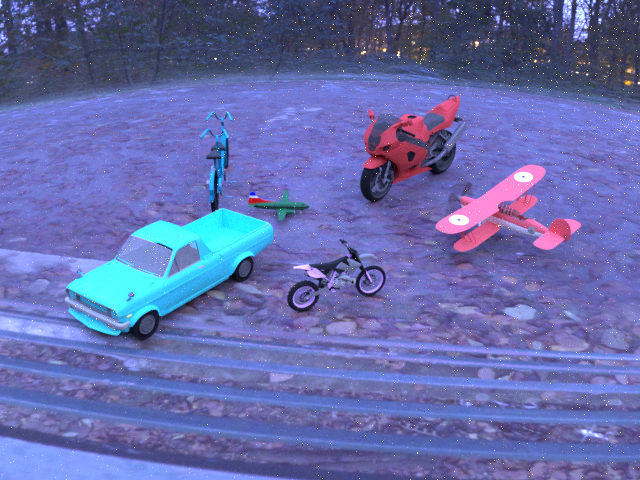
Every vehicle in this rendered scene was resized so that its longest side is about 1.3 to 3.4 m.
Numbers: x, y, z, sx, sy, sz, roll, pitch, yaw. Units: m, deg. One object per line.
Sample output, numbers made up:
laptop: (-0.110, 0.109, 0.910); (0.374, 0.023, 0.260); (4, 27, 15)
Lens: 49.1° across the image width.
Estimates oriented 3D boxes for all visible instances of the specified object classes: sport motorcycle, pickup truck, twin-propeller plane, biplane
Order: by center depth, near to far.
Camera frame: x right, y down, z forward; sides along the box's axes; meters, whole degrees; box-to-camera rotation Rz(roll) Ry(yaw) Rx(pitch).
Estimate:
pickup truck: (-2.018, 0.276, 9.886); (1.244, 0.993, 3.117); (18, 31, 32)
biplane: (2.994, -0.332, 11.144); (2.598, 0.981, 2.120); (-22, 34, -37)
twin-propeller plane: (-0.736, -0.662, 12.473); (1.095, 0.407, 1.370); (1, 26, 2)
sport motorcycle: (1.773, -1.801, 13.449); (0.983, 1.596, 2.955); (22, 34, 38)

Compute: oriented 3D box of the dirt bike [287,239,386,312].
dirt bike: (0.243, 0.493, 9.597); (1.493, 0.857, 0.527); (-11, 28, -21)

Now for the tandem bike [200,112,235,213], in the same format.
tandem bike: (-1.921, -1.582, 13.310); (0.550, 1.326, 3.192); (-1, 26, -2)
